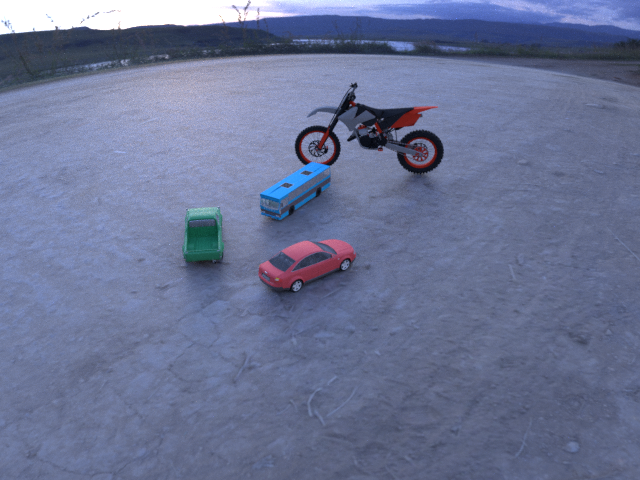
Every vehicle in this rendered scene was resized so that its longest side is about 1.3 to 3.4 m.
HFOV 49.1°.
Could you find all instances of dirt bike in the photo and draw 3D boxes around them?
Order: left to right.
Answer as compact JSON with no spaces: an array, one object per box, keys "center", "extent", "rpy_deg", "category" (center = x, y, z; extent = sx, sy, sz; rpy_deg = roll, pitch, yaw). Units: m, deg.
[{"center":[0.945,-2.075,13.444],"extent":[2.903,1.666,1.024],"rpy_deg":[3,29,5],"category":"dirt bike"}]

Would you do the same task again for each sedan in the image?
[{"center":[-0.165,0.292,10.435],"extent":[1.613,0.483,0.635],"rpy_deg":[-21,36,-33],"category":"sedan"}]

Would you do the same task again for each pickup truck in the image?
[{"center":[-1.864,-0.138,11.173],"extent":[0.640,0.511,1.603],"rpy_deg":[-4,30,-7],"category":"pickup truck"}]

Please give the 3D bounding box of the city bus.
[{"center":[-0.418,-0.881,12.550],"extent":[0.476,0.460,1.674],"rpy_deg":[17,34,28],"category":"city bus"}]
